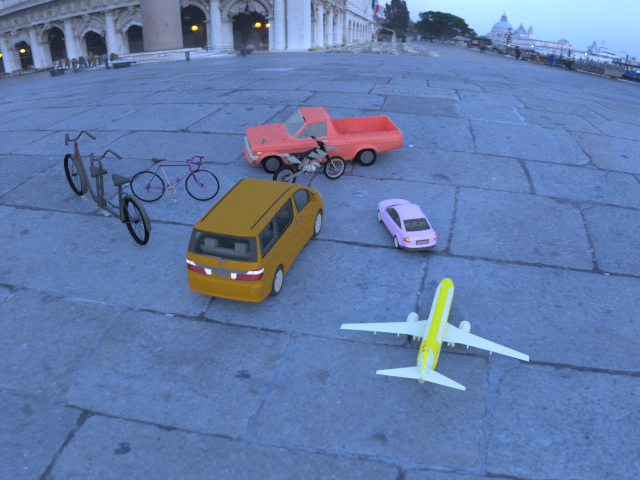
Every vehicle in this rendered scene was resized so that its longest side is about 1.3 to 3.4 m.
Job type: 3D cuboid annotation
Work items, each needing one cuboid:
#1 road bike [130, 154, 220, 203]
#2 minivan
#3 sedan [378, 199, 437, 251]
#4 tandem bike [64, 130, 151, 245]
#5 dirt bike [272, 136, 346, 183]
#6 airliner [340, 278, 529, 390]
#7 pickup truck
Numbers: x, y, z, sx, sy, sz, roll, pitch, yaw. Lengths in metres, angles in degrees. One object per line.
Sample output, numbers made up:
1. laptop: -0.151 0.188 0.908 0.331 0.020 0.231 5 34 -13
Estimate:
1. road bike: -2.535 -1.055 12.184 1.545 0.852 0.358 -1 29 -3
2. minivan: -0.849 -0.241 10.337 1.324 1.197 3.011 9 30 15
3. sedan: 1.374 -0.328 11.240 0.635 0.483 1.613 -6 29 -11
4. tandem bike: -3.587 -0.946 11.492 0.550 1.326 3.192 -22 36 -34
5. dirt bike: -0.187 -1.413 12.835 1.493 0.857 0.527 -13 31 -23
6. airliner: 1.429 0.930 8.572 2.257 0.835 2.541 8 30 14
7. pickup truck: 0.052 -2.078 13.909 3.117 0.993 1.244 -6 29 -10
